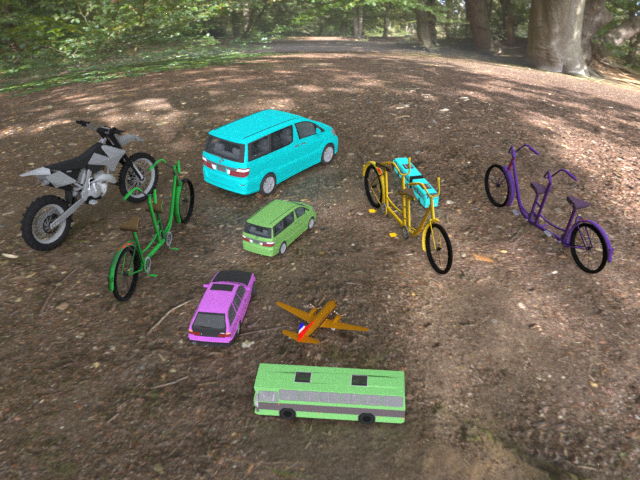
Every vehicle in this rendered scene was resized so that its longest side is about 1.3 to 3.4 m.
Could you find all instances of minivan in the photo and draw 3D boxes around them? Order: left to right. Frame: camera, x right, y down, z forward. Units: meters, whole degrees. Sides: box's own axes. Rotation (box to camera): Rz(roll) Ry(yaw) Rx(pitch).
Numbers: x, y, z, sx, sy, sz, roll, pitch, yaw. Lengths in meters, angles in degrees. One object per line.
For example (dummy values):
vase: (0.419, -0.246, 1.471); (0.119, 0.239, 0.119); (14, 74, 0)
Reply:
minivan: (-0.865, -1.839, 13.472); (1.324, 1.197, 3.011); (20, 35, 32)
minivan: (-0.628, -0.294, 11.324); (0.681, 0.616, 1.548); (14, 32, 24)

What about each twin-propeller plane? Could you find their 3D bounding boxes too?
twin-propeller plane: (-0.028, 1.022, 9.202); (1.370, 0.407, 1.095); (14, 32, 23)

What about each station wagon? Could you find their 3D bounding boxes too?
station wagon: (-1.300, 0.817, 9.498); (0.682, 0.473, 1.597); (4, 30, 6)

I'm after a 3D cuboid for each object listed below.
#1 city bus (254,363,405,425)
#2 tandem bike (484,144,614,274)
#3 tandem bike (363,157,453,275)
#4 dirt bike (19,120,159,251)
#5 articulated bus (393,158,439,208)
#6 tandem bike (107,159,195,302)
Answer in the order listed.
city bus: (0.116, 1.738, 7.878); (1.674, 0.460, 0.476); (2, 30, 4)
tandem bike: (3.570, -0.634, 11.203); (0.550, 1.326, 3.192); (-11, 31, -19)
tandem bike: (1.348, -0.659, 11.247); (0.550, 1.326, 3.192); (-10, 31, -17)
dirt bike: (-3.756, -1.013, 11.529); (1.024, 1.666, 2.903); (17, 34, 28)
articulated bus: (1.777, -1.092, 13.071); (0.311, 0.289, 1.749); (-7, 30, -11)
tandem bike: (-2.509, -0.310, 10.629); (0.550, 1.326, 3.192); (5, 30, 10)
